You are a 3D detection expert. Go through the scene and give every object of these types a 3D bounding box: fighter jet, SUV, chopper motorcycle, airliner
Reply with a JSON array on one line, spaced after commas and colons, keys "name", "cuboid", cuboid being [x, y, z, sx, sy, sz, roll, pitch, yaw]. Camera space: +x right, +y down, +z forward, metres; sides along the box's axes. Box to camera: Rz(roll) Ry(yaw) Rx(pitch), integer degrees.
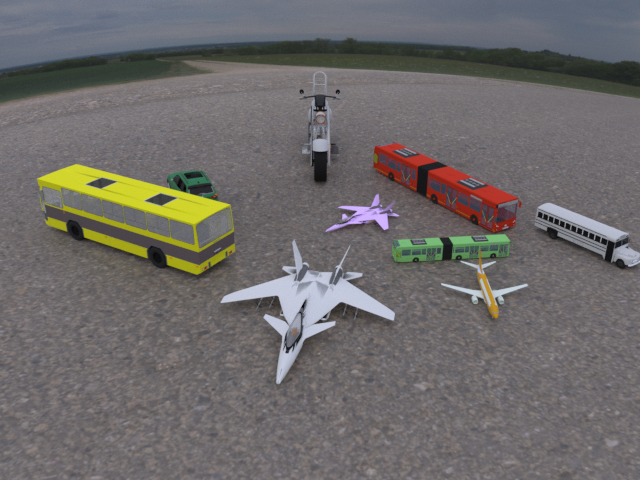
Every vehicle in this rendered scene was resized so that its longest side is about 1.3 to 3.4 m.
[{"name": "fighter jet", "cuboid": [-0.208, 0.827, 8.646, 2.229, 0.557, 2.640, 5, 27, 10]}, {"name": "fighter jet", "cuboid": [0.615, -0.403, 11.442, 1.358, 0.286, 1.147, -20, 32, -34]}, {"name": "SUV", "cuboid": [-2.227, -0.934, 12.185, 0.656, 0.580, 1.572, -11, 28, -21]}, {"name": "chopper motorcycle", "cuboid": [-0.003, -2.318, 13.972, 0.906, 1.480, 3.040, 0, 26, 0]}, {"name": "airliner", "cuboid": [2.219, 0.581, 9.288, 1.161, 0.429, 1.307, 0, 26, 1]}]

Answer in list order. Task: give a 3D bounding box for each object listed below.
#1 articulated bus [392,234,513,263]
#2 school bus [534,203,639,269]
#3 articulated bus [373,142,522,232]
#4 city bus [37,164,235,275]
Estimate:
[{"name": "articulated bus", "cuboid": [1.952, 0.123, 10.374, 1.749, 0.289, 0.311, -3, 26, -6]}, {"name": "school bus", "cuboid": [4.053, -0.082, 10.625, 0.365, 0.434, 1.708, -17, 31, -31]}, {"name": "articulated bus", "cuboid": [2.107, -1.008, 12.358, 0.605, 0.561, 3.401, -15, 30, -28]}, {"name": "city bus", "cuboid": [-2.830, -0.333, 10.614, 3.255, 0.894, 0.926, 15, 30, 28]}]
